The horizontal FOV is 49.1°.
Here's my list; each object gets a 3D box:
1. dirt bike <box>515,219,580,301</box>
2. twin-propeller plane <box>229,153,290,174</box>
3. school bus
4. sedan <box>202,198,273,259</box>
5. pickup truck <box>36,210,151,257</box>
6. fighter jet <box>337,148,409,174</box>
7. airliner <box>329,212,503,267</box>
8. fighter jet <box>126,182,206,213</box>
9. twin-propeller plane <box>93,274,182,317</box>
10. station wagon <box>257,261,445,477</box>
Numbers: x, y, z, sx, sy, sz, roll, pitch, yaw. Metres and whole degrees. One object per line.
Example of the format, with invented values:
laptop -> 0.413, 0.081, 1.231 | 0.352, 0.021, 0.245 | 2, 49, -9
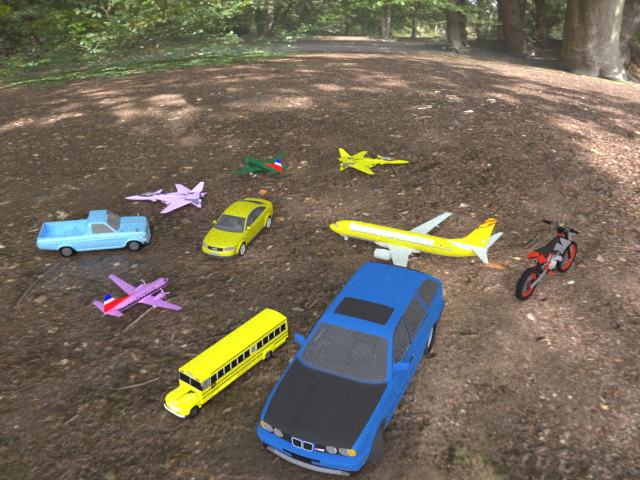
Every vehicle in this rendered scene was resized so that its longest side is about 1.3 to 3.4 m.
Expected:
dirt bike -> 3.088, 0.236, 9.419 | 1.493, 0.857, 0.527 | -25, 37, -37
twin-propeller plane -> -1.079, -1.422, 12.936 | 1.095, 0.407, 1.370 | 25, 37, 37
school bus -> -1.022, 1.351, 7.812 | 0.365, 0.434, 1.708 | 20, 34, 32
sedan -> -1.242, -0.242, 10.688 | 0.635, 0.483, 1.613 | 10, 30, 18
pickup truck -> -3.371, -0.137, 10.465 | 1.603, 0.511, 0.640 | -5, 29, -9
fighter jet -> 1.028, -1.543, 13.285 | 1.358, 0.286, 1.147 | -2, 29, -3
airliner -> 1.295, -0.163, 10.174 | 2.541, 0.835, 2.257 | 13, 31, 22
fighter jet -> -2.645, -0.778, 11.879 | 1.358, 0.286, 1.147 | 1, 29, 2
twin-propeller plane -> -2.359, 0.683, 9.067 | 1.370, 0.407, 1.095 | 19, 34, 31
station wagon -> 0.444, 1.173, 7.629 | 1.327, 0.920, 3.105 | 12, 31, 21
